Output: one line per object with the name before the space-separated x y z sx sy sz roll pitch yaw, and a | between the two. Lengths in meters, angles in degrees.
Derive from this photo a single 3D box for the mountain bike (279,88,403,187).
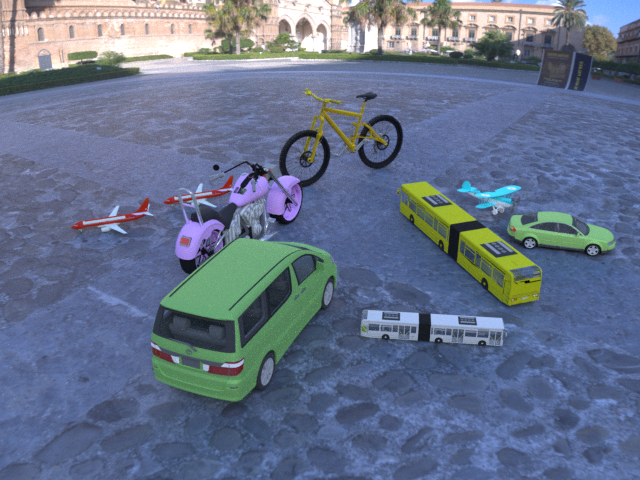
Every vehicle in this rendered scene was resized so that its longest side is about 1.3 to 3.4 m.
mountain bike | 0.460 -1.993 13.273 2.857 1.688 1.114 -16 31 -30

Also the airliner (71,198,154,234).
airliner | -3.420 -0.410 11.491 1.307 0.429 1.161 -9 28 -18

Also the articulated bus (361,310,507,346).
articulated bus | 1.383 1.083 8.630 1.749 0.289 0.311 3 26 6

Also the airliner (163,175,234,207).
airliner | -2.132 -0.868 12.417 1.307 0.429 1.161 -10 28 -19

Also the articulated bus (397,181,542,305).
articulated bus | 2.143 -0.061 10.635 0.605 0.561 3.401 -9 28 -17

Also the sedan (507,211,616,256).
sedan | 3.753 -0.145 10.893 1.613 0.483 0.635 7 27 14

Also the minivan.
minivan | -0.773 0.666 8.447 1.324 1.197 3.011 10 28 20

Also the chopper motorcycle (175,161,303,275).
chopper motorcycle | -1.115 -0.536 10.561 0.906 1.480 3.040 14 29 26

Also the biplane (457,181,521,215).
biplane | 2.926 -0.750 12.094 1.090 0.504 1.336 23 34 38
